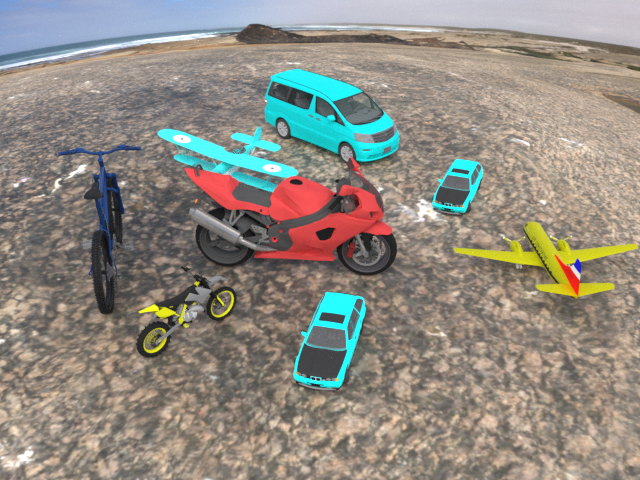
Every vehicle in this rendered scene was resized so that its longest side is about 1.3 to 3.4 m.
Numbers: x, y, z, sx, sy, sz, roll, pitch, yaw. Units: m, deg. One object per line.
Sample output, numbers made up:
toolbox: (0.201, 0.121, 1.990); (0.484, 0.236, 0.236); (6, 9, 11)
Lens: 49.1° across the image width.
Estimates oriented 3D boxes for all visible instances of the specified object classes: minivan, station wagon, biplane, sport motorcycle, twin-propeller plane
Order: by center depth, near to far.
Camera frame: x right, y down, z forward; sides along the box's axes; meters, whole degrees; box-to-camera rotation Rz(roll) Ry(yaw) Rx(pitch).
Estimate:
station wagon: (0.137, 1.144, 8.437); (0.682, 0.473, 1.597); (7, 31, 12)
sport motorcycle: (-0.385, -0.277, 9.768); (2.955, 1.596, 0.983); (4, 30, 7)
twin-propeller plane: (3.243, 0.157, 9.822); (2.663, 0.792, 2.129); (-1, 30, -2)
station wagon: (2.389, -0.960, 12.064); (0.682, 0.473, 1.597); (11, 32, 19)
biplane: (-1.468, -1.395, 12.309); (2.598, 0.981, 2.120); (11, 32, 19)
minivan: (0.217, -2.516, 14.027); (1.324, 1.197, 3.011); (-26, 39, -37)

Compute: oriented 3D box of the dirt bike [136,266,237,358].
dirt bike: (-1.627, 0.834, 8.590); (0.527, 0.857, 1.493); (26, 39, 37)

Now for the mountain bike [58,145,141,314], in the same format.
mountain bike: (-2.961, -0.279, 9.681); (1.114, 1.688, 2.857); (-5, 31, -9)
